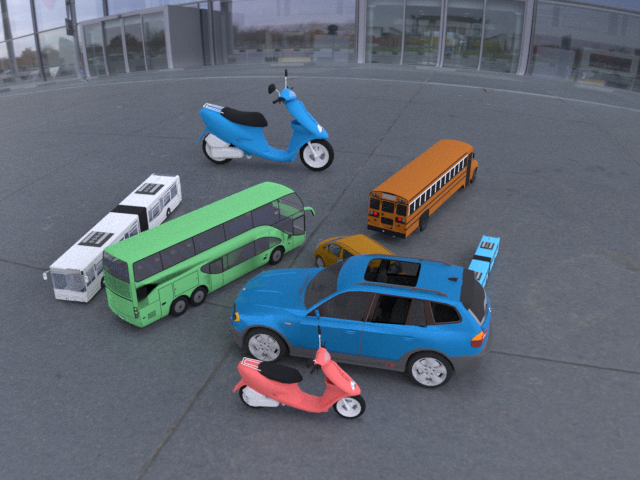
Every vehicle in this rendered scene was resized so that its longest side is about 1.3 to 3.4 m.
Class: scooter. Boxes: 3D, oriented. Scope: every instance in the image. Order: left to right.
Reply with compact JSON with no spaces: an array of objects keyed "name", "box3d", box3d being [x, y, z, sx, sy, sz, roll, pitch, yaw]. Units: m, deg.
[{"name":"scooter","box3d":[-1.067,-2.215,13.233,2.721,1.786,1.288,5,28,10]},{"name":"scooter","box3d":[-0.218,1.413,7.184,1.399,0.919,0.662,4,28,8]}]

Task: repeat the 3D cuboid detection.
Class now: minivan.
[{"name":"minivan","box3d":[0.511,0.282,9.692,0.681,0.616,1.548,-16,31,-28]}]

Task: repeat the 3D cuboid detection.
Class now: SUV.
[{"name":"SUV","box3d":[0.467,0.787,8.163,3.058,1.128,1.276,6,28,12]}]

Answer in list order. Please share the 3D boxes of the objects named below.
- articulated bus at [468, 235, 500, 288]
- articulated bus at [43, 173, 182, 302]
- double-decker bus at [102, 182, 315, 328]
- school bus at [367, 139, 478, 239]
[{"name":"articulated bus","box3d":[2.230,0.415,9.791,0.311,0.289,1.749,11,29,20]},{"name":"articulated bus","box3d":[-2.962,-0.151,10.585,0.605,0.561,3.401,5,28,10]},{"name":"double-decker bus","box3d":[-1.415,0.082,9.605,0.756,1.052,3.251,22,34,35]},{"name":"school bus","box3d":[1.864,-0.973,11.862,0.709,0.844,3.322,15,31,27]}]
